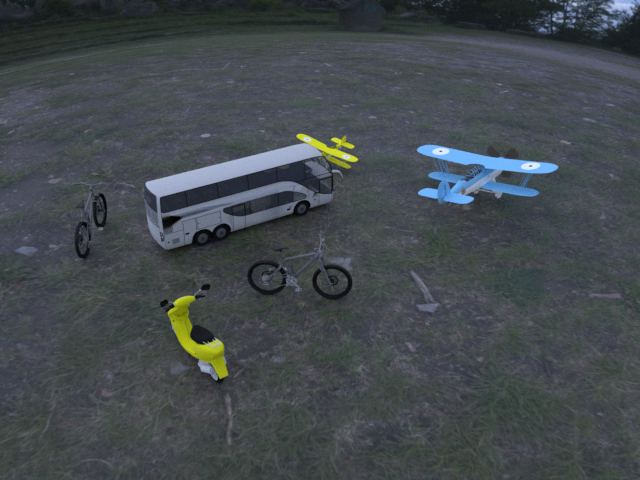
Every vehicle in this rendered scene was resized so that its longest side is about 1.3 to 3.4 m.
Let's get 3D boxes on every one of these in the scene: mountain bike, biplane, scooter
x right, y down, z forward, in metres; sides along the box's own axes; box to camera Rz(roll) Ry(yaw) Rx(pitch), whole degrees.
[{"bbox_3d":[-3.573,-0.372,10.891,0.573,0.868,1.469,1,32,1],"label":"mountain bike"},{"bbox_3d":[2.561,-1.033,11.854,2.598,0.981,2.120,26,40,35],"label":"biplane"},{"bbox_3d":[-1.516,1.085,8.480,0.662,0.919,1.399,-21,37,-30],"label":"scooter"},{"bbox_3d":[-0.283,0.420,9.607,1.469,0.868,0.573,4,32,6],"label":"mountain bike"},{"bbox_3d":[0.219,-1.687,13.367,1.336,0.504,1.090,19,37,28],"label":"biplane"}]

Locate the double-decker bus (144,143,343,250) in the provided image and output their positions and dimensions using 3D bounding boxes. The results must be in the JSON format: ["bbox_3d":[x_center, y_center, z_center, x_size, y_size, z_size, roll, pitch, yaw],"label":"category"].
[{"bbox_3d":[-1.188,-0.761,11.346,3.251,1.052,0.756,-18,36,-27],"label":"double-decker bus"}]
